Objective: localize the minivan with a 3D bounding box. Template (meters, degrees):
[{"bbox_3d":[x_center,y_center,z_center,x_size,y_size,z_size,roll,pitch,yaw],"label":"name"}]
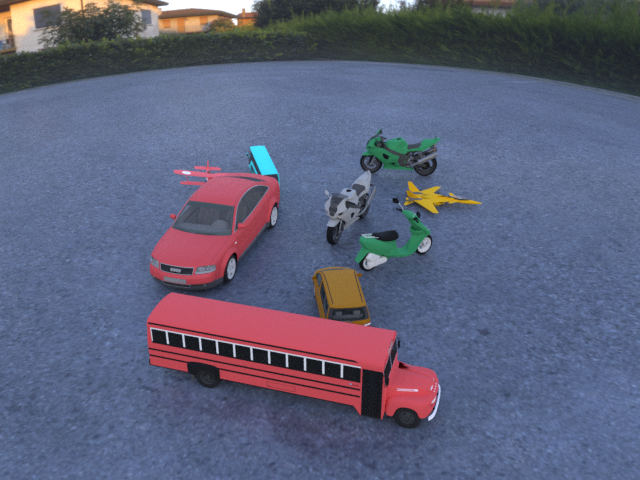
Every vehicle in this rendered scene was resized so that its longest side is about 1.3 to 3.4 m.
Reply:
[{"bbox_3d":[0.262,0.734,9.202,0.681,0.616,1.548,-3,28,-6],"label":"minivan"}]

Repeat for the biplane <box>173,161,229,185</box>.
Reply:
[{"bbox_3d":[-2.000,-1.147,12.860,1.336,0.504,1.090,-6,29,-12],"label":"biplane"}]

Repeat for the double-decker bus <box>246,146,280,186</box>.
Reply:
[{"bbox_3d":[-1.063,-1.295,13.099,0.389,0.541,1.672,-7,29,-12],"label":"double-decker bus"}]

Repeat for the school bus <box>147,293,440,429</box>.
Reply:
[{"bbox_3d":[-0.306,1.308,7.878,3.322,0.844,0.709,8,29,15],"label":"school bus"}]

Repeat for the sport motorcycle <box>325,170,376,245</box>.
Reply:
[{"bbox_3d":[0.477,-0.536,11.373,0.506,0.821,1.520,13,31,24],"label":"sport motorcycle"}]

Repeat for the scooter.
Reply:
[{"bbox_3d":[1.130,-0.067,10.385,1.399,0.919,0.662,-16,32,-27],"label":"scooter"}]

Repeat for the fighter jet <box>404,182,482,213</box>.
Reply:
[{"bbox_3d":[2.190,-0.776,12.394,1.358,0.286,1.147,5,28,10],"label":"fighter jet"}]

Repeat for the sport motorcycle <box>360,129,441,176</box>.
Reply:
[{"bbox_3d":[1.533,-1.653,13.474,1.520,0.821,0.506,3,28,7],"label":"sport motorcycle"}]

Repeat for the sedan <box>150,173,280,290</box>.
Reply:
[{"bbox_3d":[-1.553,-0.313,10.826,1.235,0.940,3.137,8,29,14],"label":"sedan"}]
